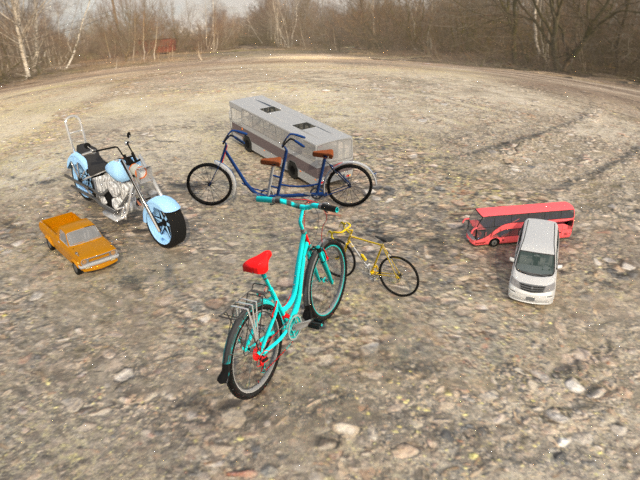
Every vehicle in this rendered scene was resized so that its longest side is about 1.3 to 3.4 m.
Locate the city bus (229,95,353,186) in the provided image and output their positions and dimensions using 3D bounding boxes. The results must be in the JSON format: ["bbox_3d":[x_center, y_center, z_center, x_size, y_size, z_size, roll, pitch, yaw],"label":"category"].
[{"bbox_3d":[-0.641,-1.945,13.561,0.926,0.894,3.255,-17,32,-30],"label":"city bus"}]

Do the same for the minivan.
[{"bbox_3d":[2.960,0.279,9.601,0.681,0.616,1.548,9,29,17],"label":"minivan"}]

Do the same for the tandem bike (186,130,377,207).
[{"bbox_3d":[-0.642,-1.158,11.587,3.192,1.326,0.550,0,28,1],"label":"tandem bike"}]

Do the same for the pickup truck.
[{"bbox_3d":[-3.577,-0.031,10.309,0.640,0.511,1.603,-21,34,-35],"label":"pickup truck"}]

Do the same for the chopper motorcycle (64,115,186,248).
[{"bbox_3d":[-3.143,-0.960,11.041,3.040,1.480,0.906,24,36,38],"label":"chopper motorcycle"}]

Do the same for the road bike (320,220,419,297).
[{"bbox_3d":[0.637,0.251,9.400,1.545,0.852,0.358,16,32,28],"label":"road bike"}]

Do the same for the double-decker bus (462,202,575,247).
[{"bbox_3d":[3.032,-0.244,10.684,1.672,0.541,0.389,-5,28,-9],"label":"double-decker bus"}]

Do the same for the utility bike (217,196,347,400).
[{"bbox_3d":[-0.423,0.485,7.885,1.039,1.839,2.791,14,31,25],"label":"utility bike"}]
